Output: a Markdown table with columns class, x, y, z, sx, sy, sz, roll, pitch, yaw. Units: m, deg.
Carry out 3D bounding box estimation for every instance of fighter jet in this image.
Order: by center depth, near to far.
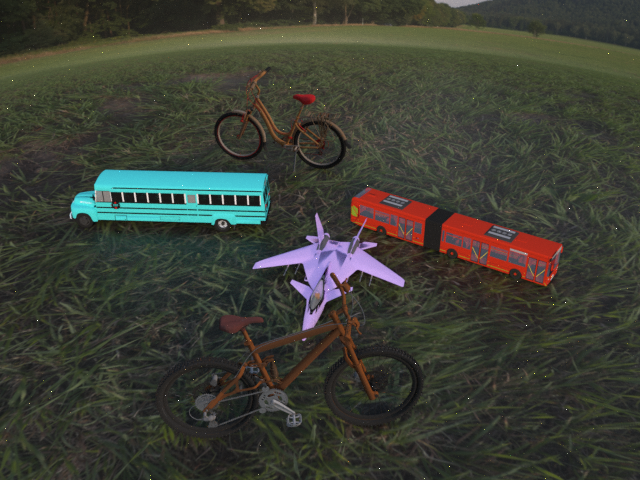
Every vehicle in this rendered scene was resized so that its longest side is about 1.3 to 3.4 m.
| class | x | y | z | sx | sy | sz | roll | pitch | yaw |
| --- | --- | --- | --- | --- | --- | --- | --- | --- | --- |
| fighter jet | 0.067 | 0.483 | 9.945 | 2.229 | 0.557 | 2.640 | 6 | 31 | 11 |

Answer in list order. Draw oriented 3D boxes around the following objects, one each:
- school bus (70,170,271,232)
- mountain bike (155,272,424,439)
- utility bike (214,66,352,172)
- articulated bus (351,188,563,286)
| class | x | y | z | sx | sy | sz | roll | pitch | yaw |
| --- | --- | --- | --- | --- | --- | --- | --- | --- | --- |
| school bus | -2.508 | -0.679 | 11.641 | 3.322 | 0.844 | 0.709 | 2 | 30 | 3 |
| mountain bike | -0.300 | 1.372 | 7.311 | 2.857 | 1.688 | 1.114 | -3 | 31 | -5 |
| utility bike | -0.774 | -2.216 | 13.279 | 2.791 | 1.839 | 1.039 | 8 | 31 | 13 |
| articulated bus | 2.035 | -0.102 | 10.938 | 3.401 | 0.561 | 0.605 | 19 | 35 | 29 |
